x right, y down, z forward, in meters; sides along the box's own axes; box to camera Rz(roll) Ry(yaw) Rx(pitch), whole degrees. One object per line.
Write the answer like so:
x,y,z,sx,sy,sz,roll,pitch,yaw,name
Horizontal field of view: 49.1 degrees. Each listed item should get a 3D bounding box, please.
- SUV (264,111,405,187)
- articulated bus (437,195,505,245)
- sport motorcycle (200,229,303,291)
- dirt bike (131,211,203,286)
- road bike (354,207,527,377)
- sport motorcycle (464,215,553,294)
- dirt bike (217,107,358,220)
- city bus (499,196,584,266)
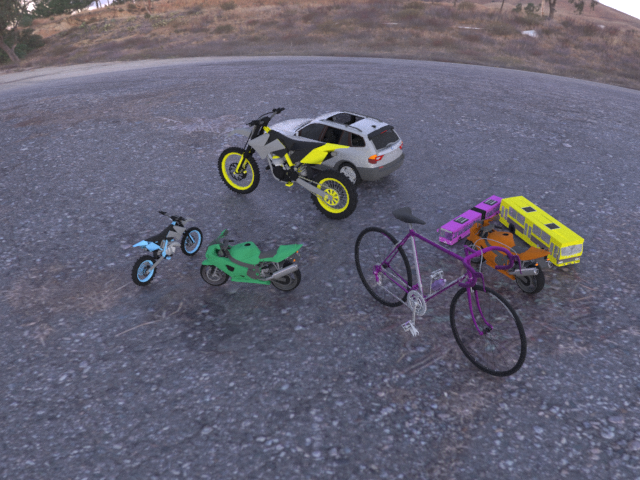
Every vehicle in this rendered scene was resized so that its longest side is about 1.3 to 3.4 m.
0.206,-1.977,13.923,3.058,1.128,1.276,21,35,33,SUV
2.601,-0.357,11.842,0.311,0.289,1.749,24,37,36,articulated bus
-0.991,0.335,10.026,1.520,0.821,0.506,3,29,6,sport motorcycle
-2.286,0.065,10.481,0.527,0.857,1.493,17,33,28,dirt bike
1.413,0.509,8.840,0.696,1.656,3.004,-20,35,-32,road bike
2.709,0.199,10.274,0.506,0.821,1.520,-19,34,-31,sport motorcycle
-0.636,-1.342,12.205,2.903,1.666,1.024,16,32,26,dirt bike
3.523,-0.152,11.289,0.476,0.460,1.674,-10,30,-17,city bus
